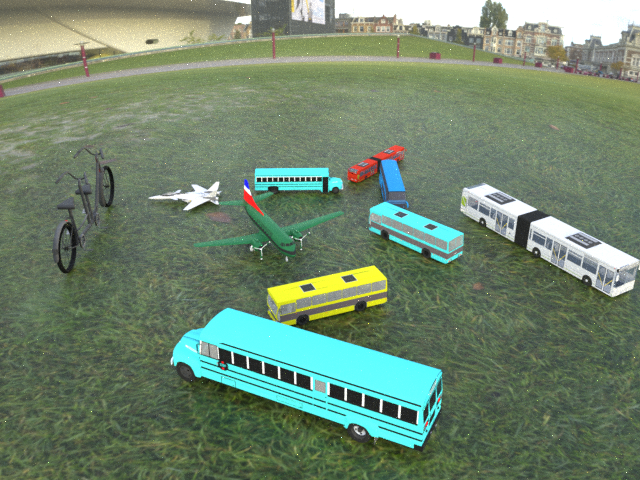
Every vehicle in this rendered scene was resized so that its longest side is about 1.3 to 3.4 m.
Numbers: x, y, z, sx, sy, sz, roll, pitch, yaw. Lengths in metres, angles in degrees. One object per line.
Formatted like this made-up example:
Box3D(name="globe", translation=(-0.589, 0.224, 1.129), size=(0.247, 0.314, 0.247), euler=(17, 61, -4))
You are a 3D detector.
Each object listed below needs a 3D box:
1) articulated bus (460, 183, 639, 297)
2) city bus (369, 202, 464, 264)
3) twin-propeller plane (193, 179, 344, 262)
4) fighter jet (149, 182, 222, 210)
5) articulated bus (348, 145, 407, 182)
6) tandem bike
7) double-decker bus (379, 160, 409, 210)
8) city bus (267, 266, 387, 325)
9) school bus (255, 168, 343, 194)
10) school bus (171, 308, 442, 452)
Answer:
Box3D(name="articulated bus", translation=(3.609, -0.093, 11.436), size=(0.605, 0.561, 3.401), euler=(-16, 32, -27))
Box3D(name="city bus", translation=(1.563, -0.119, 11.591), size=(0.476, 0.460, 1.674), euler=(-25, 37, -38))
Box3D(name="twin-propeller plane", translation=(-0.878, -0.325, 11.625), size=(2.663, 0.792, 2.129), euler=(-13, 31, -24))
Box3D(name="fighter jet", translation=(-2.565, -0.876, 13.195), size=(1.358, 0.286, 1.147), euler=(-1, 28, -1))
Box3D(name="articulated bus", translation=(1.190, -1.591, 14.532), size=(0.311, 0.289, 1.749), euler=(21, 34, 33))
Box3D(name="tandem bike", translation=(-3.919, -0.647, 11.661), size=(0.550, 1.326, 3.192), euler=(0, 28, 0))
Box3D(name="double-decker bus", translation=(1.352, -0.956, 13.074), size=(0.389, 0.541, 1.672), euler=(0, 28, -1))
Box3D(name="city bus", translation=(0.111, 0.804, 9.863), size=(1.674, 0.460, 0.476), euler=(-11, 30, -20))
Box3D(name="school bus", translation=(-0.407, -1.154, 13.559), size=(1.708, 0.434, 0.365), euler=(-1, 28, -1))
Box3D(name="school bus", translation=(-0.269, 1.517, 8.119), size=(3.322, 0.844, 0.709), euler=(13, 31, 23))
